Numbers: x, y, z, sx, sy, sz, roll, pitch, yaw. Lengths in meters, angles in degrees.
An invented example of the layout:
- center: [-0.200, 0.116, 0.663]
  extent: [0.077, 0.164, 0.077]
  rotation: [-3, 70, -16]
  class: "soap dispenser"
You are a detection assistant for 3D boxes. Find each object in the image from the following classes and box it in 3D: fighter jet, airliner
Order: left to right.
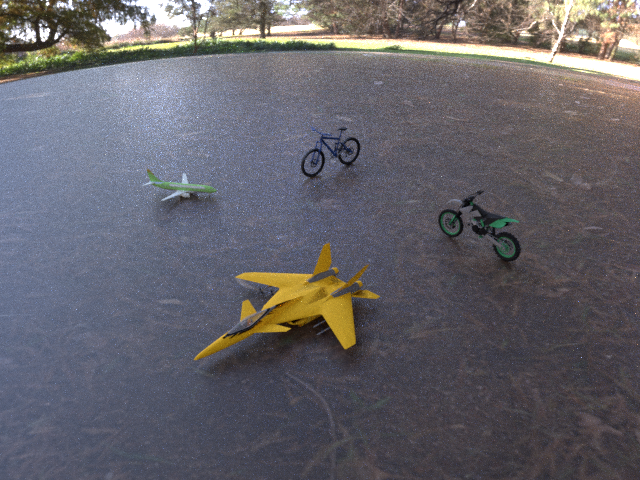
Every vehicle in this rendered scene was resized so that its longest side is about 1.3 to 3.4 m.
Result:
- center: [-2.485, -1.034, 12.519]
  extent: [1.307, 0.429, 1.161]
  rotation: [5, 30, 8]
  class: "airliner"
- center: [-0.532, 0.843, 9.041]
  extent: [2.640, 0.557, 2.229]
  rotation: [-24, 37, -36]
  class: "fighter jet"

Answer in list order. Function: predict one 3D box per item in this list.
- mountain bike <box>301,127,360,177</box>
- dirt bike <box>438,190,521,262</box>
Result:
- center: [0.217, -1.724, 13.301]
  extent: [1.469, 0.868, 0.573]
  rotation: [-22, 36, -34]
  class: "mountain bike"
- center: [2.423, -0.248, 10.678]
  extent: [0.527, 0.857, 1.493]
  rotation: [-25, 38, -37]
  class: "dirt bike"
